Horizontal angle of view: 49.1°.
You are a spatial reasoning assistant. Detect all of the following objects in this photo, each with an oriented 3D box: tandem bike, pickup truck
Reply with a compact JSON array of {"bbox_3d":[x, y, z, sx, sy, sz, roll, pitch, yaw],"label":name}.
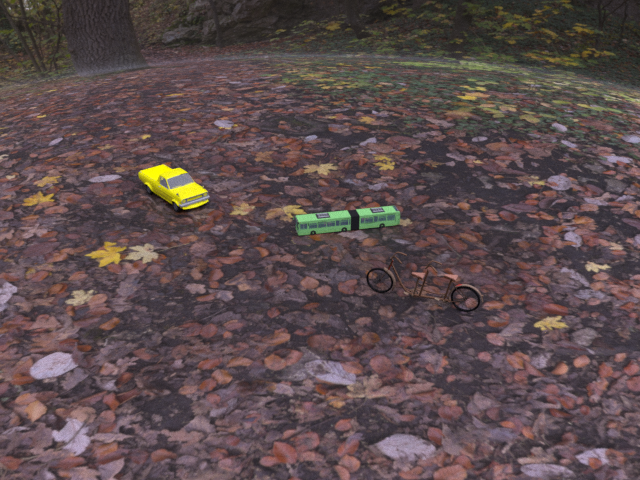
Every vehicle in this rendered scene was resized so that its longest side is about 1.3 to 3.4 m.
[{"bbox_3d":[1.408,0.560,9.507,1.642,0.682,0.283,11,30,20],"label":"tandem bike"},{"bbox_3d":[-2.647,-1.007,12.578,0.640,0.511,1.603,-22,35,-35],"label":"pickup truck"}]

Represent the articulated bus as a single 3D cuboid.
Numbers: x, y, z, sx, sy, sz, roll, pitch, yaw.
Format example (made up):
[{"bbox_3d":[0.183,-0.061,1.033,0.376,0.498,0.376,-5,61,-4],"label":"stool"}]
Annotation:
[{"bbox_3d":[0.451,-0.323,11.549,1.749,0.289,0.311,-6,29,-11],"label":"articulated bus"}]
